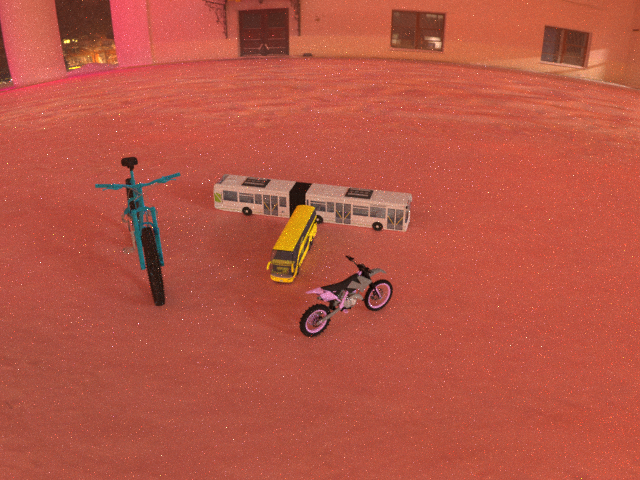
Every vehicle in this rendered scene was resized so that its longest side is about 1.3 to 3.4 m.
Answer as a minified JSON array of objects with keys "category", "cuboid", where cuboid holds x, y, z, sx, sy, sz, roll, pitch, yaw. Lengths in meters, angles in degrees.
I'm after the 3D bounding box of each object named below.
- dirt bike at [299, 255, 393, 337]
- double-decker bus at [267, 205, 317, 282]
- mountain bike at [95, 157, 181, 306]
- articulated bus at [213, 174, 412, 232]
[{"category":"dirt bike","cuboid":[0.362,0.714,9.096,1.493,0.857,0.527,-18,33,-30]},{"category":"double-decker bus","cuboid":[-0.390,0.051,10.647,0.389,0.541,1.672,6,29,11]},{"category":"mountain bike","cuboid":[-2.585,-0.297,10.088,1.114,1.688,2.857,-10,30,-18]},{"category":"articulated bus","cuboid":[-0.134,-0.640,11.898,3.401,0.561,0.605,7,29,13]}]
